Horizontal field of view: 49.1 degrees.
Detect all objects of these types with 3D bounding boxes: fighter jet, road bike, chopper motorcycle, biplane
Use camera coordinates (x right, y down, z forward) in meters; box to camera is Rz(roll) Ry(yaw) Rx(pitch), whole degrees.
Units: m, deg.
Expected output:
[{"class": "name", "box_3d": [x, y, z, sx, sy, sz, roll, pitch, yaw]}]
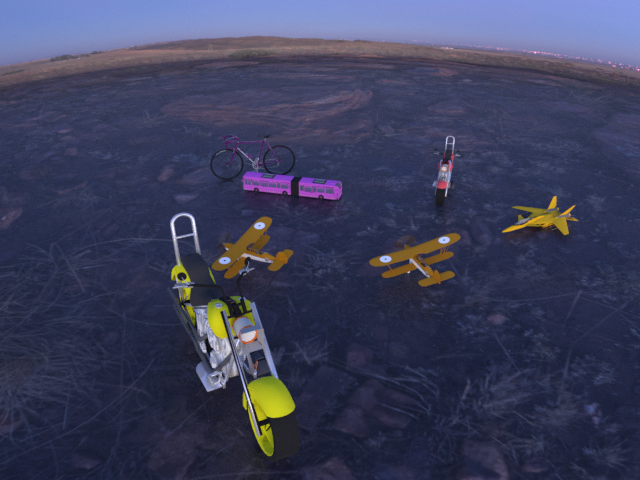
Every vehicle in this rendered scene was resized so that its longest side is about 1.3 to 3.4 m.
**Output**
[{"class": "fighter jet", "box_3d": [3.390, -0.356, 11.045, 1.358, 0.286, 1.147, -15, 31, -26]}, {"class": "road bike", "box_3d": [-1.209, -1.515, 12.628, 1.545, 0.852, 0.358, -5, 28, -10]}, {"class": "chopper motorcycle", "box_3d": [-0.991, 0.908, 7.388, 0.906, 1.480, 3.040, -14, 31, -24]}, {"class": "biplane", "box_3d": [1.361, 0.328, 9.522, 1.336, 0.504, 1.090, -9, 29, -17]}, {"class": "biplane", "box_3d": [-0.930, 0.198, 9.768, 1.090, 0.504, 1.336, 14, 31, 25]}, {"class": "chopper motorcycle", "box_3d": [2.177, -1.222, 12.171, 0.466, 0.761, 1.563, 7, 29, 13]}]

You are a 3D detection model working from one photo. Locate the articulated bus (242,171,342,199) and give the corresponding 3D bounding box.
[{"class": "articulated bus", "box_3d": [-0.497, -0.946, 12.154, 1.749, 0.289, 0.311, 7, 29, 13]}]
